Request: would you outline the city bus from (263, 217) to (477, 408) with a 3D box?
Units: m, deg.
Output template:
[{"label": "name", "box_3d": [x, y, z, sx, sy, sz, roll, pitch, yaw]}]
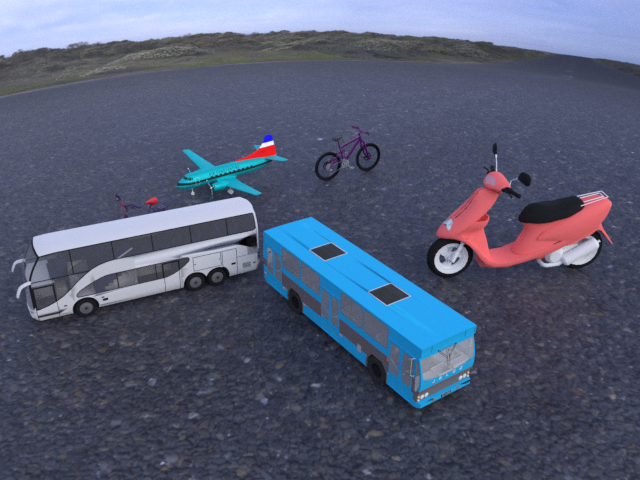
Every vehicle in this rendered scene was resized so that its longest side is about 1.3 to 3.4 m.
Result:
[{"label": "city bus", "box_3d": [0.455, 0.783, 8.666, 0.926, 0.894, 3.255, -18, 33, -30]}]

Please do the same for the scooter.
[{"label": "scooter", "box_3d": [2.858, -0.326, 9.801, 2.721, 1.786, 1.288, -4, 28, -7]}]

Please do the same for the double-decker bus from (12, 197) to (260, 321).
[{"label": "double-decker bus", "box_3d": [-2.426, 0.236, 9.525, 3.251, 1.052, 0.756, -13, 31, -23]}]

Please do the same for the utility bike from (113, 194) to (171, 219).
[{"label": "utility bike", "box_3d": [-2.701, -0.245, 10.543, 0.535, 0.946, 1.435, 20, 34, 33]}]

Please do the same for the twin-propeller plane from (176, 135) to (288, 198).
[{"label": "twin-propeller plane", "box_3d": [-1.680, -1.371, 12.825, 2.129, 0.792, 2.663, -20, 34, -32]}]

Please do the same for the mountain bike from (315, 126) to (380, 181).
[{"label": "mountain bike", "box_3d": [0.541, -1.622, 13.217, 1.469, 0.868, 0.573, -16, 32, -27]}]
